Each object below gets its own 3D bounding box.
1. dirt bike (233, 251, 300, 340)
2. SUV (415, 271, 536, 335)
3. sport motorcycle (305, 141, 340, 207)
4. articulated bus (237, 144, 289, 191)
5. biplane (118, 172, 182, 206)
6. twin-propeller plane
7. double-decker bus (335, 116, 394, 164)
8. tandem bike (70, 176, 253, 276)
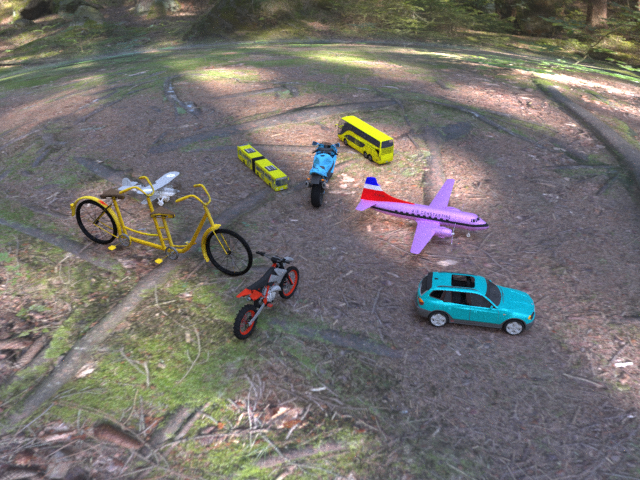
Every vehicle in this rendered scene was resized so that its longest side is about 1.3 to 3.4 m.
[{"bbox_3d":[-0.694,0.650,9.226,0.527,0.857,1.493,17,34,26],"label":"dirt bike"},{"bbox_3d":[2.051,0.792,9.258,1.572,0.580,0.656,5,31,9],"label":"SUV"},{"bbox_3d":[0.039,-1.200,12.391,0.506,0.821,1.520,5,31,9],"label":"sport motorcycle"},{"bbox_3d":[-1.106,-1.387,13.230,0.311,0.289,1.749,-16,34,-25],"label":"articulated bus"},{"bbox_3d":[-2.931,-0.891,12.179,1.090,0.504,1.336,7,31,12],"label":"biplane"},{"bbox_3d":[1.666,-0.522,11.273,2.129,0.792,2.663,11,32,18],"label":"twin-propeller plane"},{"bbox_3d":[0.886,-2.041,14.088,0.389,0.541,1.672,-16,34,-25],"label":"double-decker bus"},{"bbox_3d":[-2.424,-0.290,10.355,3.192,1.326,0.550,12,33,20],"label":"tandem bike"}]
